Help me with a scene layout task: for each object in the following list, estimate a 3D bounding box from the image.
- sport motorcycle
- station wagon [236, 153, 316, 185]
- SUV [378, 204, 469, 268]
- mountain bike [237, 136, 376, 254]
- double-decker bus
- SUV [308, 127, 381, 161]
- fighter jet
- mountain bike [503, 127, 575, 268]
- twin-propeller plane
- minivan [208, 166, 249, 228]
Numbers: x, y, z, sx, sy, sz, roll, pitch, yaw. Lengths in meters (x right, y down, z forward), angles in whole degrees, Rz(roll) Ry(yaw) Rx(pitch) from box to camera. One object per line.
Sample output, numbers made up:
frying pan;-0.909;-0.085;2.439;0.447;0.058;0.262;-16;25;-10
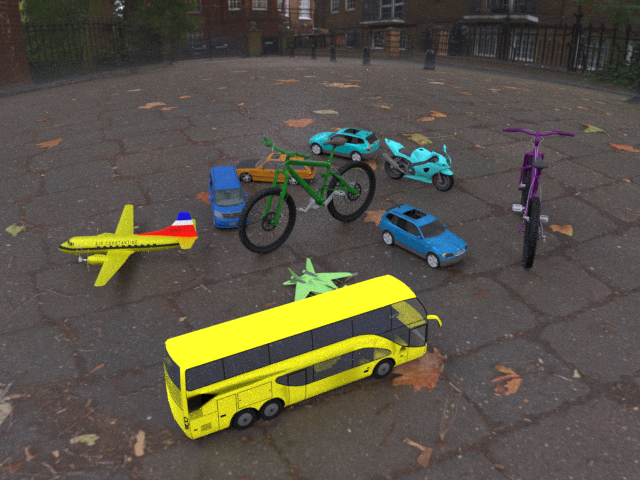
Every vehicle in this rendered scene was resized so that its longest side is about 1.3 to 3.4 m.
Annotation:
sport motorcycle;1.887;-1.448;13.401;1.520;0.821;0.506;19;33;31
station wagon;-0.890;-1.429;13.739;1.597;0.473;0.682;4;28;7
SUV;1.621;-0.099;11.087;0.656;0.580;1.572;-21;34;-35
mountain bike;-0.142;-0.831;11.290;2.857;1.688;1.114;-21;34;-35
double-decker bus;-0.137;1.248;8.011;3.251;1.052;0.756;-14;31;-25
SUV;0.516;-2.081;14.868;1.572;0.580;0.656;15;31;27
fighter jet;0.148;0.667;9.943;1.358;0.286;1.147;23;36;37
mountain bike;3.395;-0.782;11.197;1.114;1.688;2.857;6;28;12
twin-propeller plane;-2.956;-0.042;10.751;2.129;0.792;2.663;-2;28;-4
minivan;-1.631;-0.762;12.314;0.681;0.616;1.548;-6;28;-11
